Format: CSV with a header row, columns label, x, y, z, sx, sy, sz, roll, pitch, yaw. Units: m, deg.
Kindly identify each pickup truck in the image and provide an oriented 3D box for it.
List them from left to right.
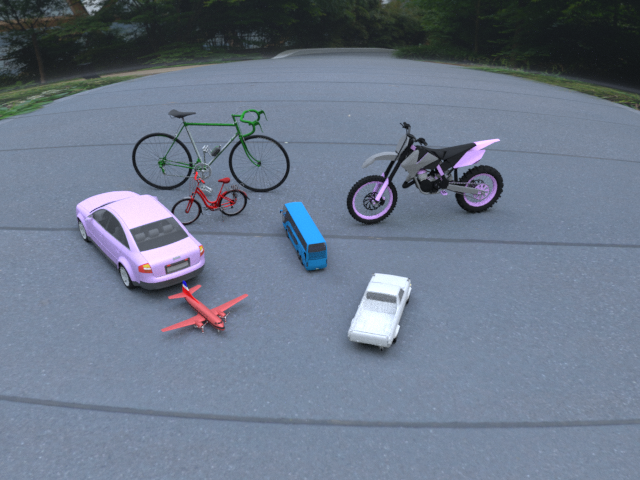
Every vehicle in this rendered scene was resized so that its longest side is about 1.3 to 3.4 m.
label,x,y,z,sx,sy,sz,roll,pitch,yaw
pickup truck,0.845,0.907,9.620,0.640,0.511,1.603,8,30,14

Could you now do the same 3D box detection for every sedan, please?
label,x,y,z,sx,sy,sz,roll,pitch,yaw
sedan,-2.958,-0.202,11.175,1.235,0.940,3.137,-20,35,-31

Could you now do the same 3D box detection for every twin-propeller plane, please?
label,x,y,z,sx,sy,sz,roll,pitch,yaw
twin-propeller plane,-1.628,0.929,9.688,1.370,0.407,1.095,-22,36,-34

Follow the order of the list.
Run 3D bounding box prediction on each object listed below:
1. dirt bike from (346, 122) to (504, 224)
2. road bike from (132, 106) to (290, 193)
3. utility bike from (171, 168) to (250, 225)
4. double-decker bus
label,x,y,z,sx,sy,sz,roll,pitch,yaw
dirt bike,1.870,-1.116,12.073,2.903,1.666,1.024,-7,30,-12
road bike,-2.063,-1.670,13.080,3.004,1.656,0.697,2,29,3
utility bike,-1.882,-0.737,12.131,1.435,0.946,0.535,-13,31,-21
double-decker bus,-0.274,-0.105,11.411,0.389,0.541,1.672,-8,30,-14
